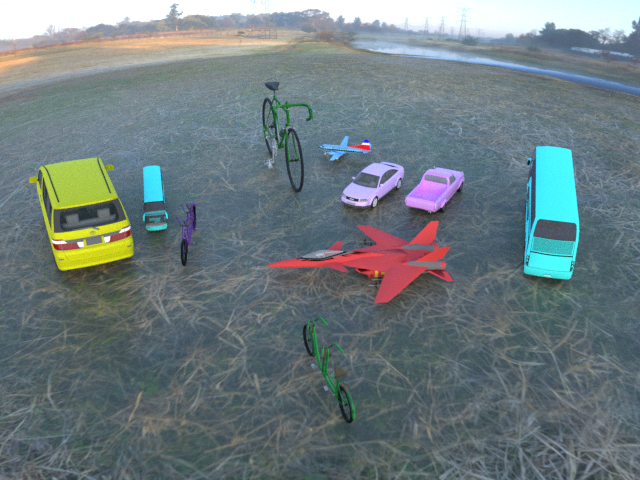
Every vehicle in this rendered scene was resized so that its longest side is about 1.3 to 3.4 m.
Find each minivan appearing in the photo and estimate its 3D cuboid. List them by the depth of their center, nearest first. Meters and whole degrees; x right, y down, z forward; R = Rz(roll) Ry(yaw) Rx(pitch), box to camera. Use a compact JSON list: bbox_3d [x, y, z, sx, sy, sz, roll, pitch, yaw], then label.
[{"bbox_3d":[-3.805,-0.626,11.073,1.324,1.197,3.011,-12,31,-21],"label":"minivan"}]

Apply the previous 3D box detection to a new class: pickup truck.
[{"bbox_3d":[2.044,-0.932,12.338,0.640,0.511,1.603,14,32,24],"label":"pickup truck"}]

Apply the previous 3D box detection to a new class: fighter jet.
[{"bbox_3d":[0.542,0.187,10.262,2.640,0.557,2.229,-2,29,-3],"label":"fighter jet"}]

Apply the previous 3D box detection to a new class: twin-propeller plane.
[{"bbox_3d":[0.488,-1.884,14.172,1.095,0.407,1.370,7,30,13],"label":"twin-propeller plane"}]

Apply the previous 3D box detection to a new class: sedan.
[{"bbox_3d":[0.961,-1.039,12.562,0.635,0.483,1.613,17,33,28],"label":"sedan"}]

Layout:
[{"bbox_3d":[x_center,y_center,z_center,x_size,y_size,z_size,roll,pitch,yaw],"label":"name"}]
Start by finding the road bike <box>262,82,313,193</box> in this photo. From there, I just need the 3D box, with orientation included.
[{"bbox_3d":[-0.738,-2.071,13.220,0.696,1.656,3.004,-9,30,-15],"label":"road bike"}]

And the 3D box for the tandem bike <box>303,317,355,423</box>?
[{"bbox_3d":[0.076,1.387,7.956,0.283,0.682,1.642,-10,30,-17],"label":"tandem bike"}]

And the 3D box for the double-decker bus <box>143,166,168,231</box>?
[{"bbox_3d":[-2.819,-0.712,11.909,0.389,0.541,1.672,-6,30,-12],"label":"double-decker bus"}]

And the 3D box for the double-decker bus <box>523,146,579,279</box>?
[{"bbox_3d":[3.648,-0.559,11.101,0.756,1.052,3.251,8,30,13],"label":"double-decker bus"}]

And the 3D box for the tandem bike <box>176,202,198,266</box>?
[{"bbox_3d":[-2.048,-0.228,10.885,0.283,0.682,1.642,-1,29,-2],"label":"tandem bike"}]
